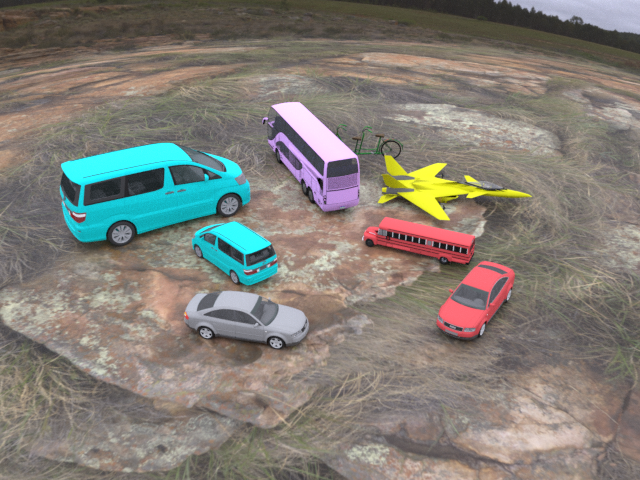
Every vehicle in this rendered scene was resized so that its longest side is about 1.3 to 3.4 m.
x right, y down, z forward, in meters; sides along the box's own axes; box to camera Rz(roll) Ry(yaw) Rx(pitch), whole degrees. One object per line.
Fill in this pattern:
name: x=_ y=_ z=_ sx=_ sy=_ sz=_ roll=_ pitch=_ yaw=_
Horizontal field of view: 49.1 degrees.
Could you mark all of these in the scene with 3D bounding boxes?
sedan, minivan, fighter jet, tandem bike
sedan: x=2.097 y=0.742 z=9.344 sx=0.635 sy=0.483 sz=1.613 roll=19 pitch=35 yaw=28
minivan: x=-2.623 y=-0.888 z=11.395 sx=3.011 sy=1.197 sz=1.324 roll=-17 pitch=35 yaw=-26
fighter jet: x=2.366 y=-0.992 z=12.199 sx=2.640 sy=0.557 sz=2.229 roll=4 pitch=31 yaw=7
minivan: x=-1.291 y=0.100 z=10.299 sx=0.681 sy=0.616 sz=1.548 roll=-24 pitch=38 yaw=-34
tandem bike: x=0.800 y=-1.901 z=13.611 sx=1.642 sy=0.682 sz=0.283 roll=2 pitch=31 yaw=4
sedan: x=-0.941 y=0.967 z=8.966 sx=1.613 sy=0.483 sz=0.635 roll=7 pitch=31 yaw=11

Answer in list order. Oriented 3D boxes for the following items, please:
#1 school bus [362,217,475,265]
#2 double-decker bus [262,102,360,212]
school bus: x=1.478 y=-0.002 z=10.649 sx=1.708 sy=0.434 sz=0.365 roll=13 pitch=33 yaw=21
double-decker bus: x=-0.209 y=-1.615 z=12.765 sx=0.756 sy=1.052 sz=3.251 roll=-11 pitch=32 yaw=-18
